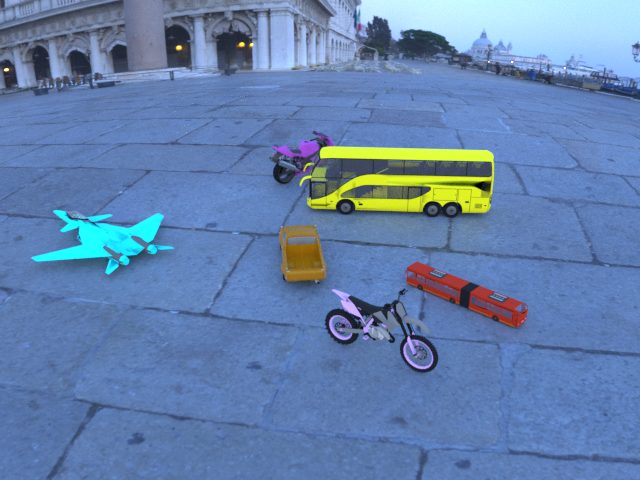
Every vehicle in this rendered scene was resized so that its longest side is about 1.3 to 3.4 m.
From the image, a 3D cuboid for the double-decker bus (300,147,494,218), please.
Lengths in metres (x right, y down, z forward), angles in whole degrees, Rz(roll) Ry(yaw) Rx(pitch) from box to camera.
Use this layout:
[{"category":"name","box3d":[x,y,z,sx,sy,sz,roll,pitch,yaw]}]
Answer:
[{"category":"double-decker bus","box3d":[1.303,-1.017,12.004,3.251,1.052,0.756,2,26,4]}]

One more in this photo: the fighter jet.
[{"category":"fighter jet","box3d":[-3.558,-0.253,10.996,2.640,0.557,2.229,22,34,38]}]

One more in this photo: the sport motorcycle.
[{"category":"sport motorcycle","box3d":[-0.283,-1.584,13.439,1.520,0.821,0.506,-18,31,-33]}]

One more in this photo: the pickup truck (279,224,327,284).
[{"category":"pickup truck","box3d":[-0.268,0.143,10.230,0.640,0.511,1.603,-2,26,-5]}]

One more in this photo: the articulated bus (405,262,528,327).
[{"category":"articulated bus","box3d":[1.909,0.705,9.325,1.749,0.289,0.311,22,33,38]}]

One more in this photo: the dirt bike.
[{"category":"dirt bike","box3d":[0.695,0.989,8.087,1.493,0.857,0.527,16,30,30]}]
